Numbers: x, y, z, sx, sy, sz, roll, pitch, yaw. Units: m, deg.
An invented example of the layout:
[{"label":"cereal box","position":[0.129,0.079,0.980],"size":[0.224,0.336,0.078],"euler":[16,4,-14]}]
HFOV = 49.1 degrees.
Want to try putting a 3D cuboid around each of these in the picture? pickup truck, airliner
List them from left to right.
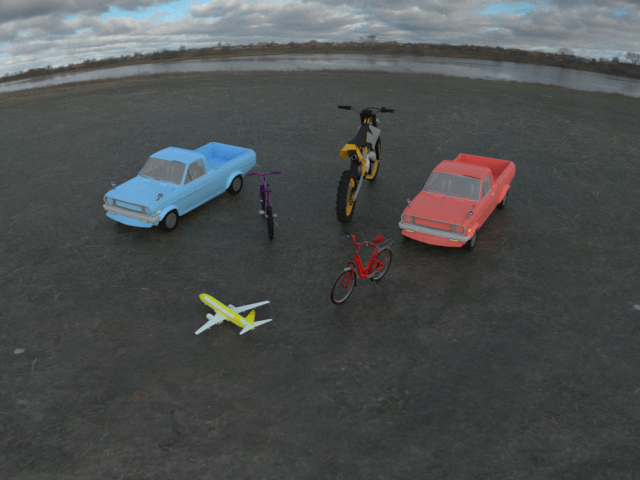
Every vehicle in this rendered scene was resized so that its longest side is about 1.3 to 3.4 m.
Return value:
[{"label":"pickup truck","position":[-2.430,-1.138,12.606],"size":[1.244,0.993,3.117],"euler":[14,30,26]},{"label":"airliner","position":[-1.224,0.869,9.175],"size":[1.161,0.429,1.307],"euler":[-22,34,-37]},{"label":"pickup truck","position":[2.431,-0.832,11.984],"size":[1.244,0.993,3.117],"euler":[13,29,25]}]

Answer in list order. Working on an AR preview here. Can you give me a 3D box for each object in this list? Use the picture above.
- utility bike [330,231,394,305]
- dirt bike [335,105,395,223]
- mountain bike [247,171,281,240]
[{"label":"utility bike","position":[0.653,0.319,9.706],"size":[0.535,0.946,1.435],"euler":[21,33,36]},{"label":"dirt bike","position":[0.730,-1.499,12.576],"size":[1.024,1.666,2.903],"euler":[8,27,15]},{"label":"mountain bike","position":[-0.890,-0.620,11.697],"size":[0.573,0.868,1.469],"euler":[-5,27,-9]}]
